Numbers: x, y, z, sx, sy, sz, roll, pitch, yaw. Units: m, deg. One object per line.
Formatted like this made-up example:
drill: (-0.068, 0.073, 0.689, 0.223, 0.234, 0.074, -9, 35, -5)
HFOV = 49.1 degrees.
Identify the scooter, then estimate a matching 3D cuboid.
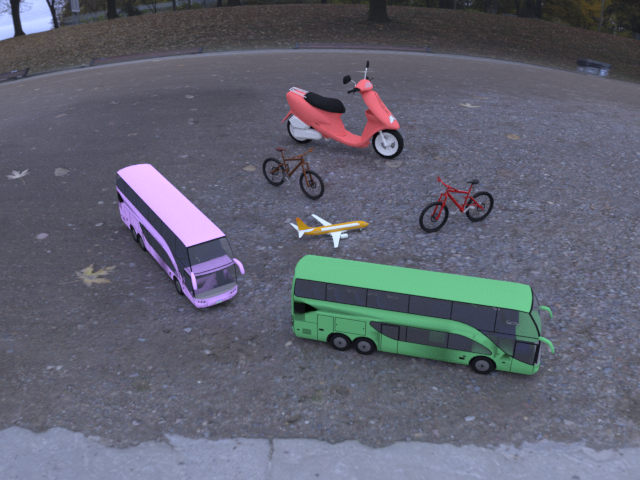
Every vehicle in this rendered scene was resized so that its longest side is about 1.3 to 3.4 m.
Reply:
scooter: (0.443, -2.665, 14.284, 2.721, 1.786, 1.288, 13, 33, 21)

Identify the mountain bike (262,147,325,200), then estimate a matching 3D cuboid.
mountain bike: (-0.507, -1.268, 12.799, 1.469, 0.868, 0.573, 22, 37, 32)

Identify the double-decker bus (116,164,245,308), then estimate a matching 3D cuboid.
double-decker bus: (-2.234, -0.117, 10.641, 0.756, 1.052, 3.251, -18, 35, -28)

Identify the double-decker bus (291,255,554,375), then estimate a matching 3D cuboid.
double-decker bus: (1.250, 0.941, 8.826, 3.251, 1.052, 0.756, 7, 31, 13)

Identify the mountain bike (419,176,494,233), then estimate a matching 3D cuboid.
mountain bike: (2.299, -0.607, 11.664, 1.469, 0.868, 0.573, -13, 33, -21)

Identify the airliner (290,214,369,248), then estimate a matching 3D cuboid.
airliner: (0.204, -0.267, 11.516, 1.307, 0.429, 1.161, -10, 32, -16)
